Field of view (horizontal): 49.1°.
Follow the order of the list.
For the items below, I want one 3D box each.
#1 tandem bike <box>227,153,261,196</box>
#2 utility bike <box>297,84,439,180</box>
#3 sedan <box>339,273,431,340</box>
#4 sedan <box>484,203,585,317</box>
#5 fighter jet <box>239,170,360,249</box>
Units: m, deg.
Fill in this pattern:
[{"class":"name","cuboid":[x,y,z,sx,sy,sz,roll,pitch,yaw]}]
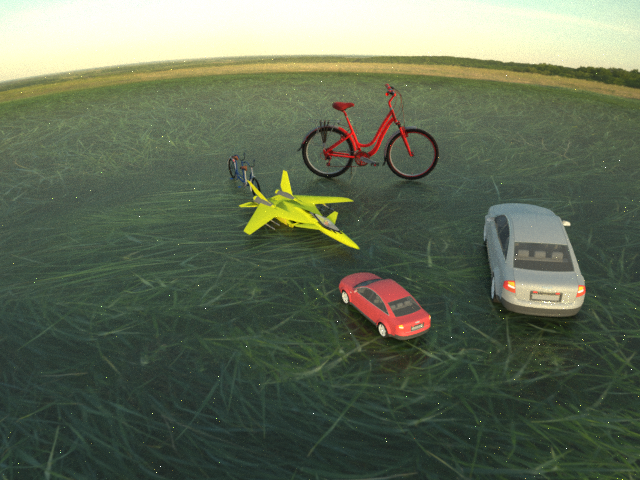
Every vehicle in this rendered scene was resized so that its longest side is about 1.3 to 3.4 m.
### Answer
[{"class":"tandem bike","cuboid":[-1.468,-1.319,13.365,0.283,0.682,1.642,-13,29,-24]},{"class":"utility bike","cuboid":[0.935,-2.103,13.639,2.791,1.839,1.039,2,27,4]},{"class":"sedan","cuboid":[0.831,0.791,9.366,0.635,0.483,1.613,-14,30,-26]},{"class":"sedan","cuboid":[3.094,0.069,10.300,1.235,0.940,3.137,4,27,7]},{"class":"fighter jet","cuboid":[-0.197,-0.474,11.814,2.229,0.557,2.640,-19,32,-33]}]
